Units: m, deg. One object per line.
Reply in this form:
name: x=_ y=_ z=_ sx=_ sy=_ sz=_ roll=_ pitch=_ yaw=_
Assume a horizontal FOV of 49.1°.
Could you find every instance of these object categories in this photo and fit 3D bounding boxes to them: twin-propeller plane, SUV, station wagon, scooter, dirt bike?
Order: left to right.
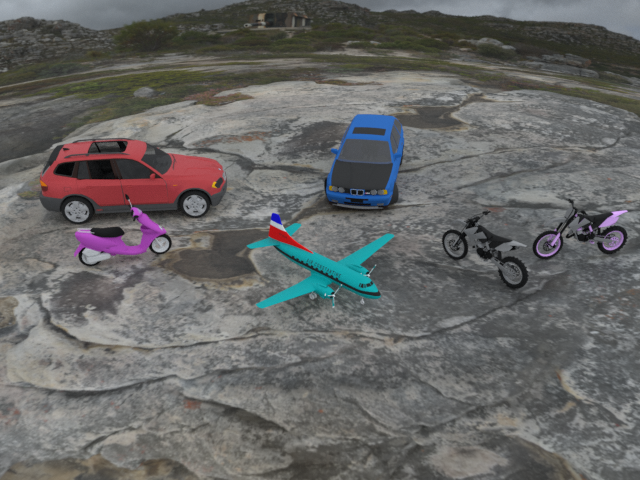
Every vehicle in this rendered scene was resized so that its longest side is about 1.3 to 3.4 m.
scooter: x=-2.885 y=-0.109 z=10.179 sx=1.399 sy=0.919 sz=0.662 roll=-10 pitch=30 yaw=-18
SUV: x=-3.107 y=-1.071 z=11.737 sx=3.058 sy=1.128 sz=1.276 roll=-3 pitch=29 yaw=-6
twin-propeller plane: x=0.012 y=0.261 z=9.627 sx=2.129 sy=0.792 sz=2.663 roll=24 pitch=37 yaw=37
station wagon: x=0.879 y=-1.545 z=12.833 sx=1.327 sy=0.920 sz=3.105 roll=5 pitch=29 yaw=9
dirt bike: x=2.315 y=0.092 z=9.872 sx=0.527 sy=0.857 sz=1.493 roll=-22 pitch=35 yaw=-35
dirt bike: x=3.861 y=-0.130 z=10.282 sx=1.493 sy=0.857 sz=0.527 roll=-5 pitch=29 yaw=-9
